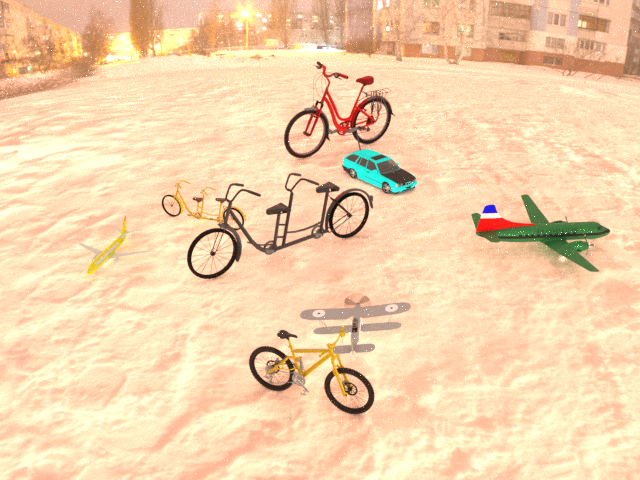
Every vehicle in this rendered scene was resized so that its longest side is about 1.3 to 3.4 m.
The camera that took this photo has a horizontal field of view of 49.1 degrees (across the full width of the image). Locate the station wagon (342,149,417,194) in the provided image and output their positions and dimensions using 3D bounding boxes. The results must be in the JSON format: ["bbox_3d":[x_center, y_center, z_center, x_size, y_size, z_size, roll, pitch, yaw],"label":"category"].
[{"bbox_3d":[1.116,-1.321,13.126,0.682,0.473,1.597,-19,33,-33],"label":"station wagon"}]

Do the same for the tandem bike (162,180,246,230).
[{"bbox_3d":[-1.924,-0.577,11.426,1.642,0.682,0.283,12,29,22],"label":"tandem bike"}]

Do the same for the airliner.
[{"bbox_3d":[-3.140,0.089,10.390,1.161,0.429,1.307,6,27,11],"label":"airliner"}]

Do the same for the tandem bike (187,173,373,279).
[{"bbox_3d":[-0.488,-0.346,10.257,3.192,1.326,0.550,-17,31,-30],"label":"tandem bike"}]

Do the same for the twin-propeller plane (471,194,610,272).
[{"bbox_3d":[3.394,-0.210,10.579,2.129,0.792,2.663,-3,27,-5],"label":"twin-propeller plane"}]

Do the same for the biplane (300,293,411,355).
[{"bbox_3d":[0.404,1.058,8.392,1.336,0.504,1.090,3,27,5],"label":"biplane"}]

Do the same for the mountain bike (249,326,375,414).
[{"bbox_3d":[-0.112,1.354,7.403,1.469,0.868,0.573,12,29,22],"label":"mountain bike"}]

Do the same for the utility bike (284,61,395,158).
[{"bbox_3d":[0.516,-2.662,14.263,2.791,1.839,1.039,-17,31,-29],"label":"utility bike"}]
